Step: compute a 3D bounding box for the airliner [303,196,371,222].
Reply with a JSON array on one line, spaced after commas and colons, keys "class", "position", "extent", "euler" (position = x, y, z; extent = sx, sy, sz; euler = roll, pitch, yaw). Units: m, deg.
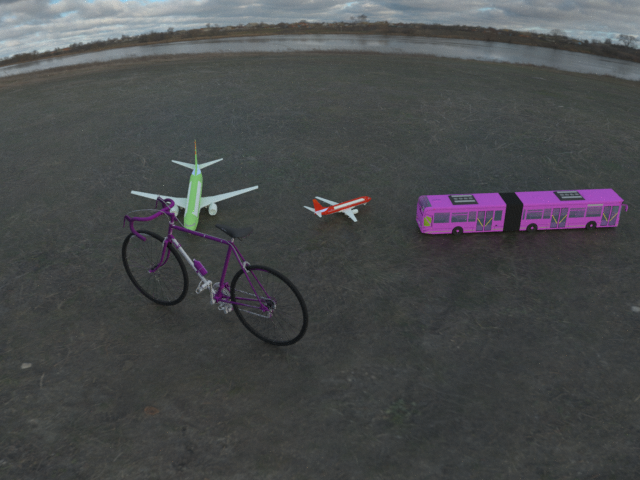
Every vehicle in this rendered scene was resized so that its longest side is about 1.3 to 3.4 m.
[{"class": "airliner", "position": [0.388, -0.669, 12.206], "extent": [1.307, 0.429, 1.161], "euler": [-19, 35, -31]}]

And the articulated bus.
[{"class": "articulated bus", "position": [3.346, -0.477, 11.728], "extent": [3.401, 0.561, 0.605], "euler": [-2, 29, -4]}]

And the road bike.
[{"class": "road bike", "position": [-1.455, 0.395, 9.047], "extent": [3.004, 1.656, 0.697], "euler": [15, 33, 25]}]

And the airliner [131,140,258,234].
[{"class": "airliner", "position": [-2.220, -0.935, 12.266], "extent": [2.257, 0.835, 2.541], "euler": [-3, 29, -5]}]
